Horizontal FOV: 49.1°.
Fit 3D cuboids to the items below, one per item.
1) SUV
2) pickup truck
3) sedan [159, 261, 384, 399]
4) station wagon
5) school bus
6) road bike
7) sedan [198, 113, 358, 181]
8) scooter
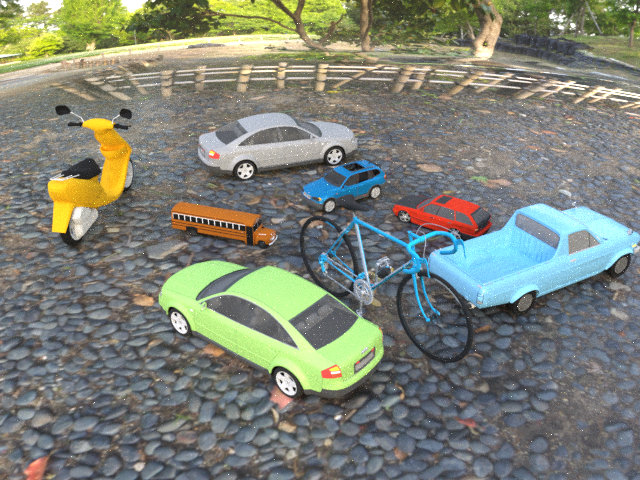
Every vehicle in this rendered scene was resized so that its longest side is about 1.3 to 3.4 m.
[{"bbox_3d":[0.422,-0.974,12.150,1.572,0.580,0.656,-18,34,-29],"label":"SUV"},{"bbox_3d":[3.037,0.131,9.754,3.117,0.993,1.244,-16,33,-26],"label":"pickup truck"},{"bbox_3d":[-0.694,0.868,8.492,3.137,0.940,1.235,21,36,33],"label":"sedan"},{"bbox_3d":[1.957,-0.453,11.329,1.597,0.473,0.682,20,35,32],"label":"station wagon"},{"bbox_3d":[-1.500,-0.243,10.994,1.708,0.434,0.365,10,31,17],"label":"school bus"},{"bbox_3d":[0.715,0.349,8.685,0.696,1.656,3.004,-23,37,-35],"label":"road bike"},{"bbox_3d":[-0.776,-1.922,13.474,3.137,0.940,1.235,-11,31,-19],"label":"sedan"},{"bbox_3d":[-3.650,-1.177,11.278,1.288,1.786,2.721,4,30,8],"label":"scooter"}]
